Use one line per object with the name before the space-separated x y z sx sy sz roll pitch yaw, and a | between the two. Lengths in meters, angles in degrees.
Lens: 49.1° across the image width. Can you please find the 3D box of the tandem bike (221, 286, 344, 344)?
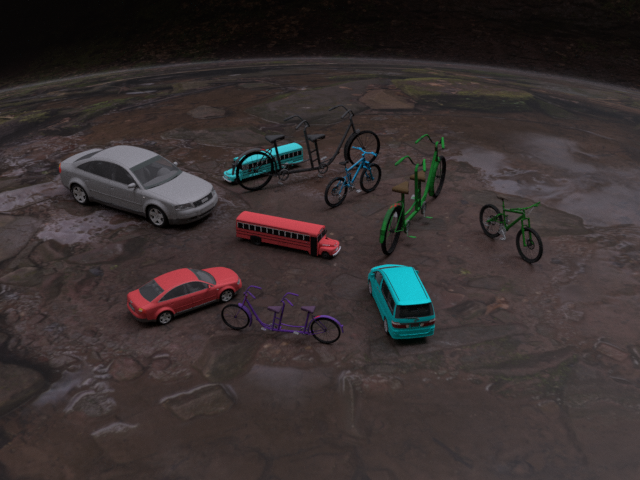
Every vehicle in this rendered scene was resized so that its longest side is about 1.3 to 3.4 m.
tandem bike | -0.498 0.954 8.915 1.642 0.682 0.283 7 29 12

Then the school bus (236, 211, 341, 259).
school bus | -0.504 -0.088 11.106 1.708 0.434 0.365 11 30 19

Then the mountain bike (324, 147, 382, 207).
mountain bike | 0.615 -1.133 12.584 1.469 0.868 0.573 -25 37 -38

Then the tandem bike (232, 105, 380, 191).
tandem bike | -0.199 -1.774 13.289 3.192 1.326 0.550 -14 32 -25

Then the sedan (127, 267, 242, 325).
sedan | -1.847 0.673 9.645 1.613 0.483 0.635 -18 33 -30

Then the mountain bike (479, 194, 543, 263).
mountain bike | 2.983 -0.251 10.952 0.573 0.868 1.469 -13 31 -23

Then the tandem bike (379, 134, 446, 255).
tandem bike | 1.607 -0.867 11.610 0.550 1.326 3.192 13 31 23

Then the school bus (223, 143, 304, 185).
school bus | -1.113 -1.505 13.730 1.708 0.434 0.365 -20 34 -32

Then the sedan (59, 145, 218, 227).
sedan | -3.243 -1.073 12.397 3.137 0.940 1.235 15 32 26

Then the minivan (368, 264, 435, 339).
minivan | 1.071 0.713 9.431 0.681 0.616 1.548 -4 29 -8
